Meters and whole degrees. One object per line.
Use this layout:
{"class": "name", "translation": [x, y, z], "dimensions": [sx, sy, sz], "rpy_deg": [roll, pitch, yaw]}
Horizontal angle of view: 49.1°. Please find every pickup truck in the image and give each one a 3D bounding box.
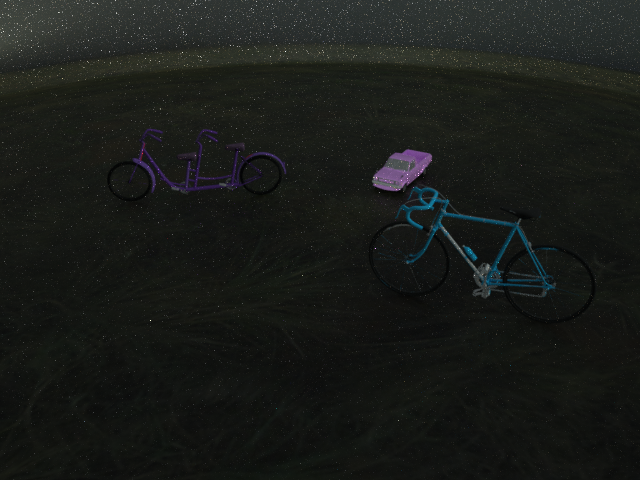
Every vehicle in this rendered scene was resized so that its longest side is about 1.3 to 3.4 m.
{"class": "pickup truck", "translation": [1.601, -1.398, 13.479], "dimensions": [0.640, 0.511, 1.603], "rpy_deg": [15, 31, 26]}

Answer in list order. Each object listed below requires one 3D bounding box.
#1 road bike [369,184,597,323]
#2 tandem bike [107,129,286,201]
{"class": "road bike", "translation": [2.084, 0.202, 9.202], "dimensions": [3.004, 1.656, 0.697], "rpy_deg": [10, 29, 19]}
{"class": "tandem bike", "translation": [-2.204, -1.355, 12.521], "dimensions": [3.192, 1.326, 0.550], "rpy_deg": [-4, 28, -7]}
